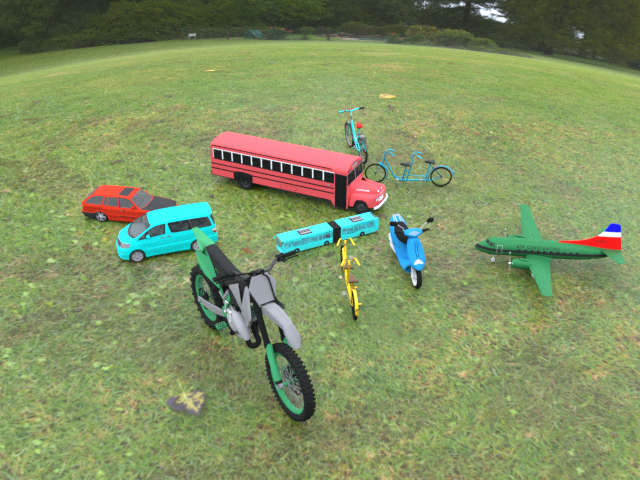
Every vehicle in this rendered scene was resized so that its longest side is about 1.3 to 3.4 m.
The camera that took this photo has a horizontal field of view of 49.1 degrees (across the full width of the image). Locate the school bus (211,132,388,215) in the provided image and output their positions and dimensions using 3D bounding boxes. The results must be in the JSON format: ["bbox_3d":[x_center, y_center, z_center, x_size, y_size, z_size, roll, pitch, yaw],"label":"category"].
[{"bbox_3d":[-0.395,-1.232,12.576,3.322,0.844,0.709,14,33,22],"label":"school bus"}]

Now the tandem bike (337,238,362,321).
[{"bbox_3d":[0.405,0.468,9.859,0.283,0.682,1.642,-3,31,-5],"label":"tandem bike"}]

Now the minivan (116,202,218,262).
[{"bbox_3d":[-2.409,-0.143,10.958,1.548,0.616,0.681,-10,32,-17],"label":"minivan"}]

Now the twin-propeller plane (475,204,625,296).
[{"bbox_3d":[3.409,0.045,10.468,2.129,0.792,2.663,4,31,6],"label":"twin-propeller plane"}]

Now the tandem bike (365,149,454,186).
[{"bbox_3d":[1.649,-1.320,12.884,1.642,0.682,0.283,3,31,6],"label":"tandem bike"}]

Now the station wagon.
[{"bbox_3d":[-3.218,-0.614,11.894,1.597,0.473,0.682,6,31,9],"label":"station wagon"}]

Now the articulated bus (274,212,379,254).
[{"bbox_3d":[0.127,-0.112,11.226,1.749,0.289,0.311,-14,33,-22],"label":"articulated bus"}]

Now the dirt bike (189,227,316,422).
[{"bbox_3d":[-0.880,0.833,8.277,1.024,1.666,2.903,-19,35,-29],"label":"dirt bike"}]

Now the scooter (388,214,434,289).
[{"bbox_3d":[1.287,0.020,10.384,0.662,0.919,1.399,-6,31,-10],"label":"scooter"}]

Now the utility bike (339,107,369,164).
[{"bbox_3d":[0.674,-2.124,13.983,0.535,0.946,1.435,-8,32,-13],"label":"utility bike"}]
